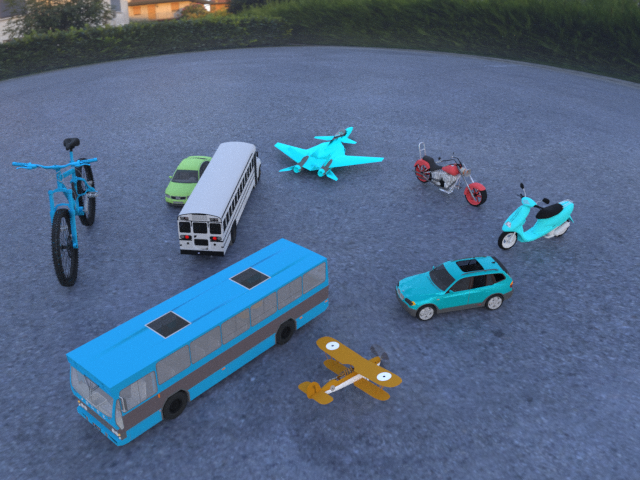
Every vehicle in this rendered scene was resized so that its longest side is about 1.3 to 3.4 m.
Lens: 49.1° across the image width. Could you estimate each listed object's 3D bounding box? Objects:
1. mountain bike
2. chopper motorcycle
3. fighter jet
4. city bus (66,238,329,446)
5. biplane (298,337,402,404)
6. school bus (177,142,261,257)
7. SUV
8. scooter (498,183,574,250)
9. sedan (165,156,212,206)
[{"bbox_3d":[-3.646,-0.591,10.301,1.114,1.688,2.857,-4,30,-7],"label":"mountain bike"},{"bbox_3d":[2.266,-1.153,12.218,0.466,0.761,1.563,-24,37,-35],"label":"chopper motorcycle"},{"bbox_3d":[0.230,-1.943,13.804,2.229,0.557,2.640,11,31,18],"label":"fighter jet"},{"bbox_3d":[-1.252,1.076,8.186,0.926,0.894,3.255,23,37,35],"label":"city bus"},{"bbox_3d":[0.281,1.519,7.805,1.090,0.504,1.336,-21,36,-32],"label":"biplane"},{"bbox_3d":[-1.561,-0.815,11.542,0.709,0.844,3.322,3,30,5],"label":"school bus"},{"bbox_3d":[1.796,0.598,9.338,1.572,0.580,0.656,-7,31,-12],"label":"SUV"},{"bbox_3d":[3.332,-0.363,10.678,1.399,0.919,0.662,-12,32,-21],"label":"scooter"},{"bbox_3d":[-2.300,-1.109,12.420,0.635,0.483,1.613,3,30,5],"label":"sedan"}]
